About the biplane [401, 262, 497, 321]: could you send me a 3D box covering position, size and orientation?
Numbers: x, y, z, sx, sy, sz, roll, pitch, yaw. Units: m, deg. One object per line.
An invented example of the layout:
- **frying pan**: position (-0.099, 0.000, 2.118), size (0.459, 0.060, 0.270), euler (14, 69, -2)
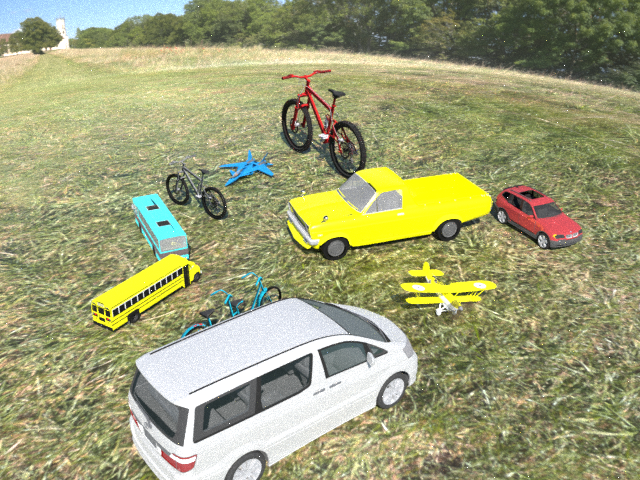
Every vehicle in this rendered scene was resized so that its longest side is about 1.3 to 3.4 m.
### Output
- **biplane**: position (1.587, 0.639, 9.054), size (1.336, 0.504, 1.090), euler (-9, 28, -17)

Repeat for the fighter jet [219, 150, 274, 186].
- **fighter jet**: position (-1.449, -1.342, 13.194), size (1.147, 0.286, 1.358), euler (11, 29, 21)

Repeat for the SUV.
- **SUV**: position (3.416, -0.396, 11.008), size (0.656, 0.580, 1.572), euler (-12, 29, -23)

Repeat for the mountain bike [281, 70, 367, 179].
- **mountain bike**: position (0.018, -2.267, 13.469), size (1.114, 1.688, 2.857), euler (-17, 31, -29)

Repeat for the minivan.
- **minivan**: position (-0.342, 1.315, 6.959), size (3.011, 1.197, 1.324), euler (-20, 33, -34)

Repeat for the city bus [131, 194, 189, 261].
- **city bus**: position (-2.455, -0.172, 10.700), size (0.476, 0.460, 1.674), euler (-12, 29, -23)

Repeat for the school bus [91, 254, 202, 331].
- **school bus**: position (-2.215, 0.622, 9.165), size (0.365, 0.434, 1.708), euler (16, 31, 28)

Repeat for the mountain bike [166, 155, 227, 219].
- **mountain bike**: position (-2.081, -0.874, 11.632), size (1.469, 0.868, 0.573), euler (20, 33, 34)

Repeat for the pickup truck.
- **pickup truck**: position (1.073, -0.553, 10.862), size (3.117, 0.993, 1.244), euler (-9, 28, -18)

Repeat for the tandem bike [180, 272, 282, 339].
- **tandem bike**: position (-1.055, 0.857, 8.429), size (0.283, 0.682, 1.642), euler (23, 35, 37)
